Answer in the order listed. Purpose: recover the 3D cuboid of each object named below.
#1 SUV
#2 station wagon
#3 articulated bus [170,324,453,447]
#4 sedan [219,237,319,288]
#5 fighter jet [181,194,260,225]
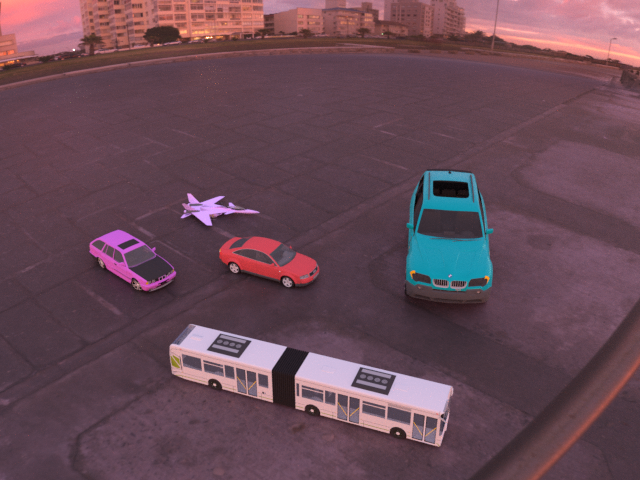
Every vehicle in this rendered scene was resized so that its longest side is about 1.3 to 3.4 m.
[{"bbox_3d":[1.978,-0.154,10.830,1.276,1.128,3.058,4,30,7],"label":"SUV"},{"bbox_3d":[-2.887,0.274,10.736,1.597,0.473,0.682,24,37,36],"label":"station wagon"},{"bbox_3d":[-0.157,1.657,8.190,3.401,0.561,0.605,10,31,18],"label":"articulated bus"},{"bbox_3d":[-0.781,0.278,10.718,1.613,0.483,0.635,13,32,23],"label":"sedan"},{"bbox_3d":[-1.751,-0.589,12.460,1.358,0.286,1.147,2,29,4],"label":"fighter jet"}]
